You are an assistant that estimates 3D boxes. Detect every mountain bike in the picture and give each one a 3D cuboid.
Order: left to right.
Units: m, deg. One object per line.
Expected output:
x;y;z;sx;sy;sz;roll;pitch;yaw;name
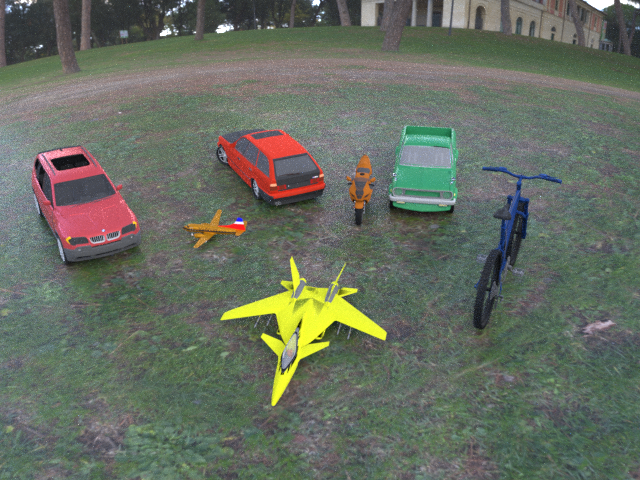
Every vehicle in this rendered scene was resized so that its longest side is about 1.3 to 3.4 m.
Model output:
2.629;0.010;9.894;1.114;1.688;2.857;13;32;22;mountain bike

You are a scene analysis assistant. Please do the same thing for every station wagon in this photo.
-1.047;-1.659;13.696;1.327;0.920;3.105;-14;32;-23;station wagon

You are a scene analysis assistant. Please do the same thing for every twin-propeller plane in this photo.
-1.768;-0.222;11.634;1.095;0.407;1.370;5;29;8;twin-propeller plane

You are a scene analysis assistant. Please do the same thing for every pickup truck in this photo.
2.021;-1.518;13.368;1.244;0.993;3.117;5;29;8;pickup truck

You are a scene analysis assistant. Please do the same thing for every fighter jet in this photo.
-0.274;1.120;9.059;2.229;0.557;2.640;6;30;10;fighter jet

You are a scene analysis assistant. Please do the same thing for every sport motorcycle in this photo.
0.744;-0.904;12.437;0.506;0.821;1.520;3;29;6;sport motorcycle

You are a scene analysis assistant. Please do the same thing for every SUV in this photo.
-4.015;-0.693;11.739;1.276;1.128;3.058;-16;33;-26;SUV
